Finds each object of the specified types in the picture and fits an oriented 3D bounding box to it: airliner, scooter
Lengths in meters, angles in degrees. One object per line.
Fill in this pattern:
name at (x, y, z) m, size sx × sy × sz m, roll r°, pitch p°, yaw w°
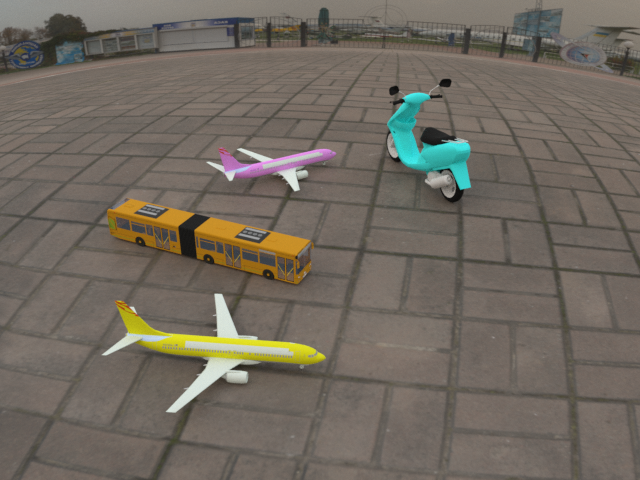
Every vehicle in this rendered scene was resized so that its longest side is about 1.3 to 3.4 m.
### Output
airliner at (-1.197, 1.137, 8.334) m, size 2.541 × 0.835 × 2.257 m, roll 3°, pitch 30°, yaw 5°
scooter at (1.923, -1.895, 12.690) m, size 1.288 × 1.786 × 2.721 m, roll -12°, pitch 32°, yaw -21°
airliner at (-0.757, -1.571, 13.080) m, size 2.541 × 0.835 × 2.257 m, roll -17°, pitch 34°, yaw -28°

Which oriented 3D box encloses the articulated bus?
articulated bus at (-1.718, -0.017, 10.634) m, size 3.401 × 0.561 × 0.605 m, roll 13°, pitch 32°, yaw 21°
